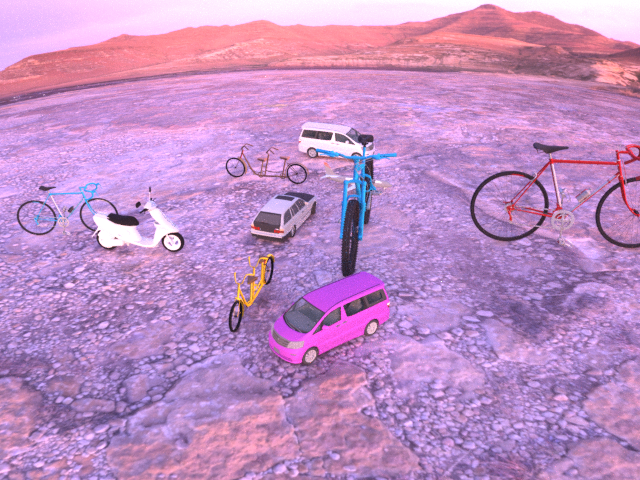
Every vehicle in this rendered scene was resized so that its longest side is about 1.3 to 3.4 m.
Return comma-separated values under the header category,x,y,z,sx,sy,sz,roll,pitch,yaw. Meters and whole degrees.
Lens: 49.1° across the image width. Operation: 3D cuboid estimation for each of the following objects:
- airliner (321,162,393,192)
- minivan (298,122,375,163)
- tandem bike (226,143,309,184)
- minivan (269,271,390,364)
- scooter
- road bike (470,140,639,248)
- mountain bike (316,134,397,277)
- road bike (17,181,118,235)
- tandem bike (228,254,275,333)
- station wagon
category,x,y,z,sx,sy,sz,roll,pitch,yaw
airliner,0.678,-1.164,12.752,1.307,0.429,1.161,6,27,12
minivan,0.349,-1.999,14.223,1.548,0.616,0.681,9,28,17
tandem bike,-0.993,-1.413,12.970,1.642,0.682,0.283,7,27,14
minivan,0.114,0.910,8.375,1.548,0.616,0.681,-19,32,-33
scooter,-2.722,-0.254,10.375,1.399,0.919,0.662,2,27,4
road bike,3.781,-0.672,10.387,3.004,1.656,0.696,3,27,6
mountain bike,0.582,-0.678,10.363,1.114,1.688,2.857,5,27,9
road bike,-3.943,-0.479,10.901,1.545,0.852,0.358,-3,27,-5
tandem bike,-0.864,0.544,9.035,0.283,0.682,1.642,7,27,14
station wagon,-0.549,-0.480,11.328,0.682,0.473,1.597,9,28,18
